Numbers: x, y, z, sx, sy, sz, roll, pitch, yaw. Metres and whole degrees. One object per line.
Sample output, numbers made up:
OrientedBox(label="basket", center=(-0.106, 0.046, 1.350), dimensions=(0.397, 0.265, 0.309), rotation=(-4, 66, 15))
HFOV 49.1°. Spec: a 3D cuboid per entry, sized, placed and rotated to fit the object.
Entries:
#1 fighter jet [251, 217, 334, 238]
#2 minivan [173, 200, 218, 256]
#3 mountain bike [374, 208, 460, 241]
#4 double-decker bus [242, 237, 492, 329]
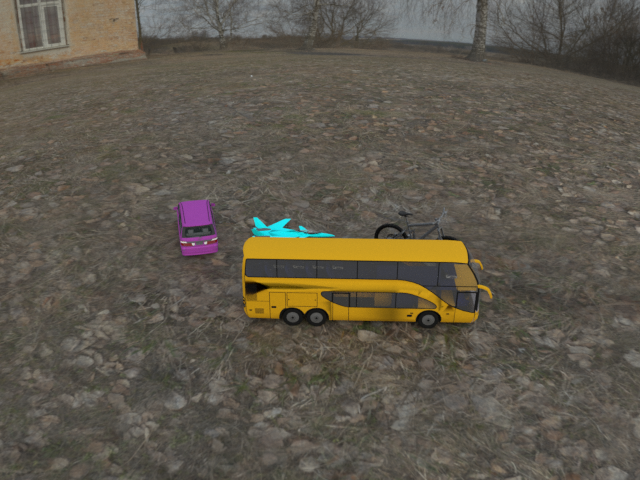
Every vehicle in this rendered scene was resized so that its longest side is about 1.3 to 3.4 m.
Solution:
OrientedBox(label="fighter jet", center=(-0.437, -0.146, 11.369), dimensions=(1.358, 0.286, 1.147), rotation=(0, 29, 0))
OrientedBox(label="minivan", center=(-2.002, -0.305, 11.318), dimensions=(0.681, 0.616, 1.548), rotation=(-6, 30, -11))
OrientedBox(label="mountain bike", center=(1.510, -0.036, 10.570), dimensions=(1.469, 0.868, 0.573), rotation=(13, 32, 22))
OrientedBox(label="double-decker bus", center=(0.593, 0.545, 9.328), dimensions=(3.251, 1.052, 0.756), rotation=(1, 29, 2))
